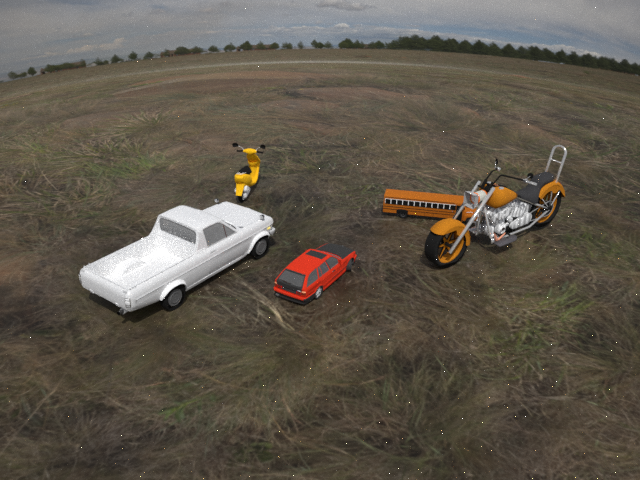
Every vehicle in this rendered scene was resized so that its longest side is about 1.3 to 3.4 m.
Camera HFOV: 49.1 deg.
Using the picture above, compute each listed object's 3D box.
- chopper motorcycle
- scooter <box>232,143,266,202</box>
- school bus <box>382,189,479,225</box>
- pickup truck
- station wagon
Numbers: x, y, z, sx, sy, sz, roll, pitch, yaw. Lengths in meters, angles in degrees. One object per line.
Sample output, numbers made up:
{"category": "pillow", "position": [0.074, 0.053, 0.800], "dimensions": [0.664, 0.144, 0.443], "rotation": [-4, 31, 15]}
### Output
{"category": "chopper motorcycle", "position": [2.940, -0.575, 11.453], "dimensions": [3.040, 1.480, 0.906], "rotation": [-18, 33, -30]}
{"category": "scooter", "position": [-1.391, -1.363, 13.501], "dimensions": [0.662, 0.919, 1.399], "rotation": [5, 29, 9]}
{"category": "school bus", "position": [2.000, -0.609, 12.616], "dimensions": [1.708, 0.434, 0.365], "rotation": [6, 29, 11]}
{"category": "pickup truck", "position": [-2.075, 0.111, 10.697], "dimensions": [1.244, 0.993, 3.117], "rotation": [20, 34, 32]}
{"category": "station wagon", "position": [-0.037, 0.407, 10.695], "dimensions": [0.682, 0.473, 1.597], "rotation": [17, 33, 28]}
